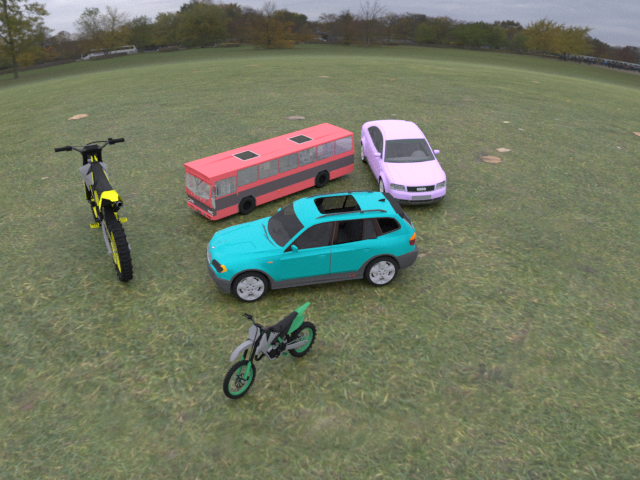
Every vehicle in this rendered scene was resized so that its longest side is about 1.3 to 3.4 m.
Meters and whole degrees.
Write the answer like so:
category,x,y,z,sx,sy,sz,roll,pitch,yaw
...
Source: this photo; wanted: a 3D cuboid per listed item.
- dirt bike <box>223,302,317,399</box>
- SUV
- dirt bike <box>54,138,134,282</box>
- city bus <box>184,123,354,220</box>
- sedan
category,x,y,z,sx,sy,sz,roll,pitch,yaw
dirt bike,-0.557,1.227,8.131,0.527,0.857,1.493,23,36,36
SUV,-0.112,-0.002,10.111,3.058,1.128,1.276,-6,29,-11
dirt bike,-3.315,-0.600,10.648,1.024,1.666,2.903,-13,31,-22
city bus,-0.829,-1.258,12.667,3.255,0.894,0.926,-23,36,-35
sedan,1.542,-1.630,13.306,1.235,0.940,3.137,-4,29,-7
